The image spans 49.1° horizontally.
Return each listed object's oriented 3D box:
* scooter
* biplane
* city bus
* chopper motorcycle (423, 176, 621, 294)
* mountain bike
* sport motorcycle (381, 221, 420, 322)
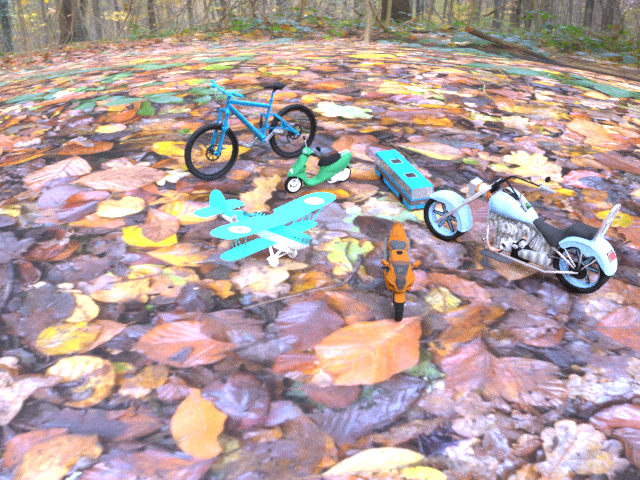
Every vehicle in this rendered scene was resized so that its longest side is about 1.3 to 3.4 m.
[{"bbox_3d":[-0.006,-1.362,12.517,1.399,0.919,0.662,-14,33,-23],"label":"scooter"},{"bbox_3d":[-0.859,-0.241,10.519,2.120,0.981,2.598,20,36,31],"label":"biplane"},{"bbox_3d":[1.468,-1.074,12.477,0.476,0.460,1.674,-9,31,-15],"label":"city bus"},{"bbox_3d":[2.816,-0.287,10.101,3.040,1.480,0.906,26,39,37],"label":"chopper motorcycle"},{"bbox_3d":[-1.251,-2.124,13.064,2.857,1.688,1.114,-20,35,-30],"label":"mountain bike"},{"bbox_3d":[1.066,0.415,9.546,0.506,0.821,1.520,2,30,3],"label":"sport motorcycle"}]
